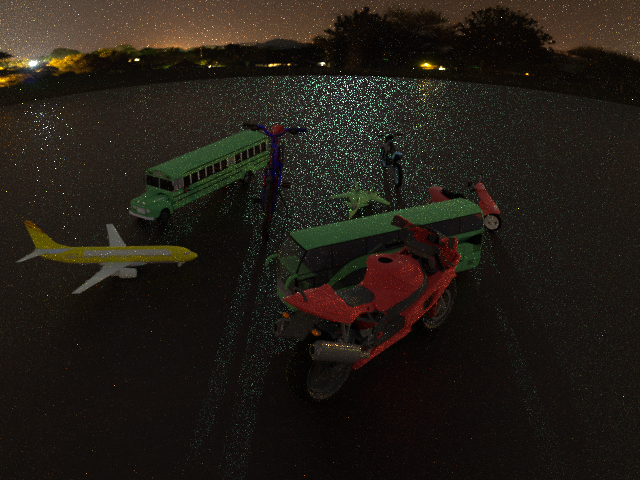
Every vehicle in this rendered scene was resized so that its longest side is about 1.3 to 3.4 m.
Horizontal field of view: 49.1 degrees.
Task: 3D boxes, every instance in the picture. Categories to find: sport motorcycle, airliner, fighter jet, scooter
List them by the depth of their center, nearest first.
[{"bbox_3d":[0.709,0.779,8.265,2.955,1.596,0.983,-23,34,-38],"label":"sport motorcycle"},{"bbox_3d":[-3.149,0.063,10.581,2.541,0.835,2.257,-2,26,-3],"label":"airliner"},{"bbox_3d":[2.472,-0.689,12.012,1.399,0.919,0.662,15,30,27],"label":"scooter"},{"bbox_3d":[0.695,-0.746,12.841,1.147,0.286,1.358,7,27,14],"label":"fighter jet"}]

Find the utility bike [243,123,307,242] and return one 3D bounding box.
[{"bbox_3d":[-0.728,-1.221,12.049,1.039,1.839,2.791,0,26,1],"label":"utility bike"}]

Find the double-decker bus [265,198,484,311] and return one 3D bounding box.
[{"bbox_3d":[0.859,0.200,10.058,3.251,1.052,0.756,-12,29,-23],"label":"double-decker bus"}]

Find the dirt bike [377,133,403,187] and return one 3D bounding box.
[{"bbox_3d":[1.432,-1.665,14.061,0.527,0.857,1.493,-4,27,-8],"label":"dirt bike"}]

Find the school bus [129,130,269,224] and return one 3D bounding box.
[{"bbox_3d":[-2.216,-1.245,13.224,0.709,0.844,3.322,16,30,29],"label":"school bus"}]
